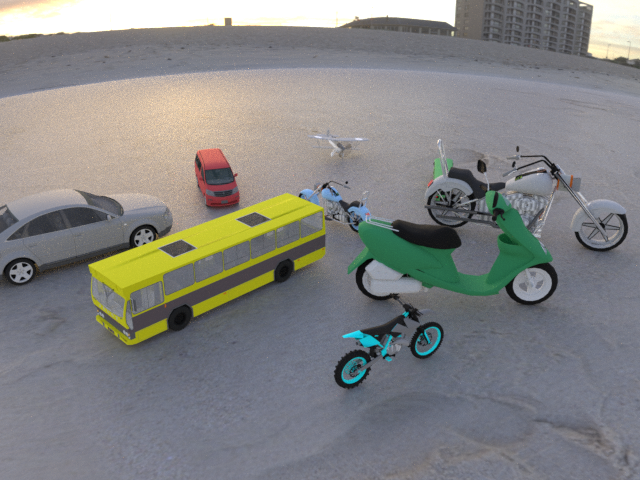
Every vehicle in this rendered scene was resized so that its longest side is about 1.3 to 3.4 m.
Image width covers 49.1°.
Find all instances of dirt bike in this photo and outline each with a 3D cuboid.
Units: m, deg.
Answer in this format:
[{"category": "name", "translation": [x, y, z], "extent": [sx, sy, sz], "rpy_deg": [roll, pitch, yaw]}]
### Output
[{"category": "dirt bike", "translation": [0.794, 1.105, 7.753], "extent": [1.493, 0.857, 0.527], "rpy_deg": [-15, 30, -28]}]

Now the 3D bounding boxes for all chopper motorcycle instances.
[{"category": "chopper motorcycle", "translation": [3.122, -0.689, 10.659], "extent": [3.040, 1.480, 0.906], "rpy_deg": [8, 28, 16]}, {"category": "chopper motorcycle", "translation": [0.220, -0.627, 11.341], "extent": [0.466, 0.761, 1.563], "rpy_deg": [-24, 35, -39]}]

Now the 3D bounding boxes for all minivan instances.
[{"category": "minivan", "translation": [-1.856, -1.121, 12.496], "extent": [0.681, 0.616, 1.548], "rpy_deg": [-8, 28, -16]}]

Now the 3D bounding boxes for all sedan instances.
[{"category": "sedan", "translation": [-3.720, -0.231, 10.345], "extent": [3.137, 0.940, 1.235], "rpy_deg": [-18, 32, -31]}]

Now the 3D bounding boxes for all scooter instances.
[{"category": "scooter", "translation": [1.721, 0.016, 8.897], "extent": [2.721, 1.786, 1.288], "rpy_deg": [2, 27, 3]}]

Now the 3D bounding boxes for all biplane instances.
[{"category": "biplane", "translation": [0.327, -2.016, 14.418], "extent": [1.336, 0.504, 1.090], "rpy_deg": [-9, 28, -17]}]

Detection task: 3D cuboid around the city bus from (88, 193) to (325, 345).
[{"category": "city bus", "translation": [-1.352, 0.315, 9.298], "extent": [3.255, 0.894, 0.926], "rpy_deg": [-24, 35, -39]}]

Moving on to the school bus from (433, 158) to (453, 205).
[{"category": "school bus", "translation": [2.218, -1.083, 12.624], "extent": [0.365, 0.434, 1.708], "rpy_deg": [4, 27, 8]}]
